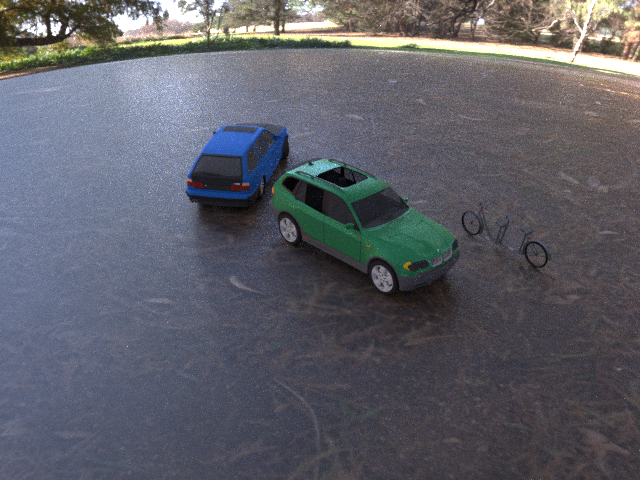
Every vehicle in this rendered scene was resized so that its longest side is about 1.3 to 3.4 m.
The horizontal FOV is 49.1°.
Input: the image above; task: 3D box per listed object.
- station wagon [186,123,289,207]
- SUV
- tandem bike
[{"bbox_3d":[-1.395,-1.587,12.592,1.327,0.920,3.105,5,29,9],"label":"station wagon"},{"bbox_3d":[0.569,-0.318,10.095,1.276,1.128,3.058,-25,38,-37],"label":"SUV"},{"bbox_3d":[2.699,-0.142,10.238,0.283,0.682,1.642,-20,35,-32],"label":"tandem bike"}]
